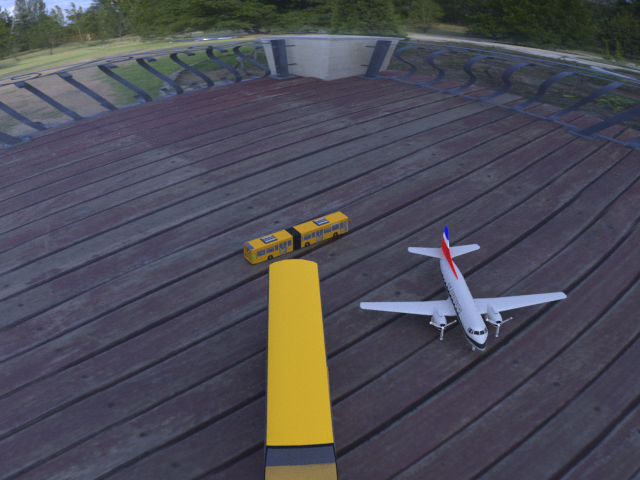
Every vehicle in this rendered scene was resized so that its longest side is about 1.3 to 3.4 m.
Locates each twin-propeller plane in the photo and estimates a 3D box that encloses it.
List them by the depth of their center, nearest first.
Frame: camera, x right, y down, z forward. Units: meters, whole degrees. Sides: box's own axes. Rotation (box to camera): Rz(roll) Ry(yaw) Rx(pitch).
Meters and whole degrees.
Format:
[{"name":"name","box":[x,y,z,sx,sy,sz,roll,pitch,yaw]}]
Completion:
[{"name":"twin-propeller plane","box":[1.811,0.618,9.024,2.663,0.792,2.129,-3,31,-4]}]

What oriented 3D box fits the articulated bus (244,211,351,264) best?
[{"name":"articulated bus","box":[-0.327,-0.045,10.592,1.749,0.289,0.311,-19,36,-28]}]

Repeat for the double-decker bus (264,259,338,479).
[{"name":"double-decker bus","box":[-0.239,1.490,7.346,0.756,1.052,3.251,-2,31,-3]}]
